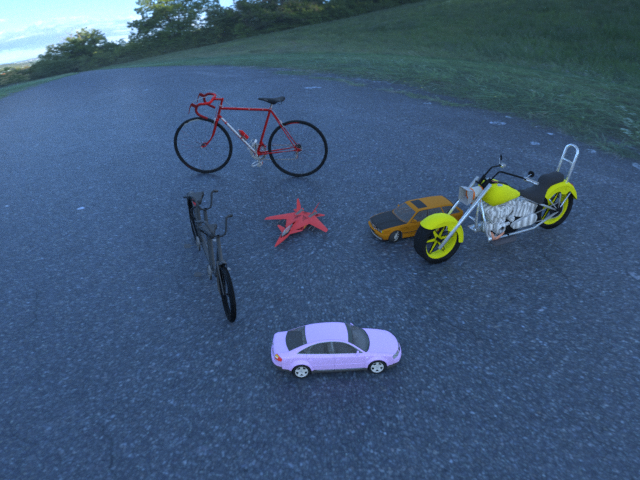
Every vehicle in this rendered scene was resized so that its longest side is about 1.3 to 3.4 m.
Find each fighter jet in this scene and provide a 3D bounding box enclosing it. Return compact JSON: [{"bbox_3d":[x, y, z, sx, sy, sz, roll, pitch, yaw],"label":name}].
[{"bbox_3d":[-0.450,-0.274,11.667,1.147,0.286,1.358,12,31,20],"label":"fighter jet"}]

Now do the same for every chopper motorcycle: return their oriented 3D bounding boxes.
[{"bbox_3d":[2.833,-0.586,11.003,3.040,1.480,0.906,-14,32,-23],"label":"chopper motorcycle"}]

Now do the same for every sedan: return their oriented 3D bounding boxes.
[{"bbox_3d":[0.202,1.305,8.643,1.613,0.483,0.635,-2,29,-4],"label":"sedan"}]

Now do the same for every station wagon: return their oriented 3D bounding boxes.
[{"bbox_3d":[1.599,-0.390,11.683,1.597,0.473,0.682,-11,31,-19],"label":"station wagon"}]

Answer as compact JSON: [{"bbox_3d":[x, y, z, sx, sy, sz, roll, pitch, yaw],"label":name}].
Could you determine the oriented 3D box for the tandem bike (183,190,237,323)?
[{"bbox_3d":[-1.639,-0.066,10.232,0.550,1.326,3.192,-10,31,-17],"label":"tandem bike"}]

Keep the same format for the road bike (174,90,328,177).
[{"bbox_3d":[-1.344,-2.000,13.351,3.004,1.656,0.697,3,29,5],"label":"road bike"}]
